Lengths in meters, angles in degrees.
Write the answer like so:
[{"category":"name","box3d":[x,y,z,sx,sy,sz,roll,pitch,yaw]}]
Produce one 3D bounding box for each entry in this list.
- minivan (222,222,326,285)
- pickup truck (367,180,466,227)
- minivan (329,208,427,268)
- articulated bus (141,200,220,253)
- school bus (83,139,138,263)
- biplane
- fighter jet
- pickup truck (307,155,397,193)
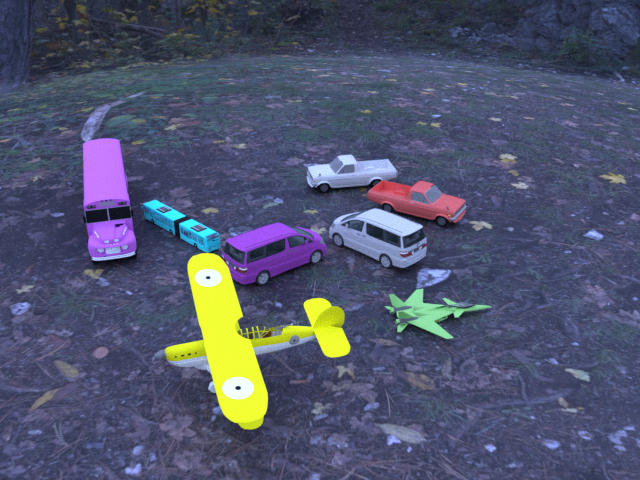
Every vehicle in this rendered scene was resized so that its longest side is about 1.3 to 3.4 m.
[{"category":"minivan","box3d":[-0.623,0.119,9.969,1.548,0.616,0.681,-21,34,-34]},{"category":"pickup truck","box3d":[1.603,-0.686,11.604,1.603,0.511,0.640,16,32,27]},{"category":"minivan","box3d":[0.829,-0.104,10.391,1.548,0.616,0.681,25,37,38]},{"category":"articulated bus","box3d":[-2.196,-0.233,10.984,0.311,0.289,1.749,-25,37,-39]},{"category":"school bus","box3d":[-3.427,-0.706,11.284,0.709,0.844,3.322,-8,29,-15]},{"category":"biplane","box3d":[-0.728,1.131,7.666,2.120,0.981,2.598,-8,29,-15]},{"category":"fighter jet","box3d":[1.562,0.853,8.934,1.358,0.286,1.147,-5,28,-10]},{"category":"pickup truck","box3d":[0.569,-1.242,12.654,1.603,0.511,0.640,-5,28,-10]}]
